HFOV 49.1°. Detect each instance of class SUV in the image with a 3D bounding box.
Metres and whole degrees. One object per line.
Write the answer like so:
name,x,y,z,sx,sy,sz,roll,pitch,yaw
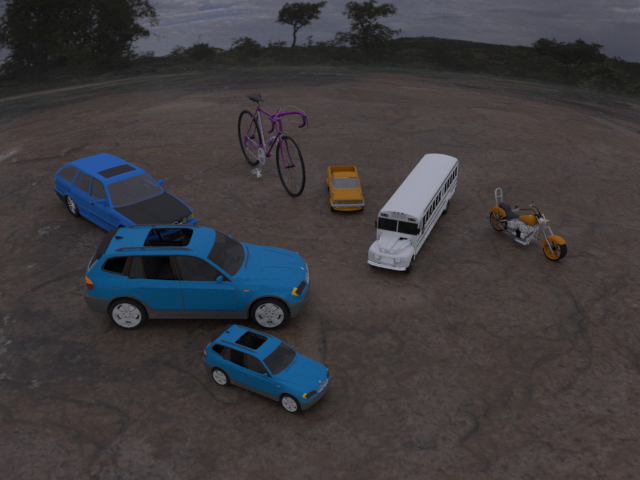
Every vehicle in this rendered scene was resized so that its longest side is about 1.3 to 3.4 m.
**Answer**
SUV,-0.637,1.457,8.229,1.572,0.580,0.656,14,31,26
SUV,-1.659,0.436,9.605,3.058,1.128,1.276,0,27,0

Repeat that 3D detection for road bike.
road bike,-1.005,-1.959,13.651,0.696,1.656,3.004,-14,31,-26

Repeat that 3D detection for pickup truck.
pickup truck,0.465,-1.032,13.108,0.640,0.511,1.603,-1,27,-2

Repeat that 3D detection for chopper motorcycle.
chopper motorcycle,3.359,-0.261,11.347,0.466,0.761,1.563,-17,32,-29

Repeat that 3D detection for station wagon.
station wagon,-3.428,-0.762,12.141,1.327,0.920,3.105,-25,36,-39

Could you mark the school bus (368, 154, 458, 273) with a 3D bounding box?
school bus,1.617,-0.519,11.756,0.709,0.844,3.322,11,29,20
